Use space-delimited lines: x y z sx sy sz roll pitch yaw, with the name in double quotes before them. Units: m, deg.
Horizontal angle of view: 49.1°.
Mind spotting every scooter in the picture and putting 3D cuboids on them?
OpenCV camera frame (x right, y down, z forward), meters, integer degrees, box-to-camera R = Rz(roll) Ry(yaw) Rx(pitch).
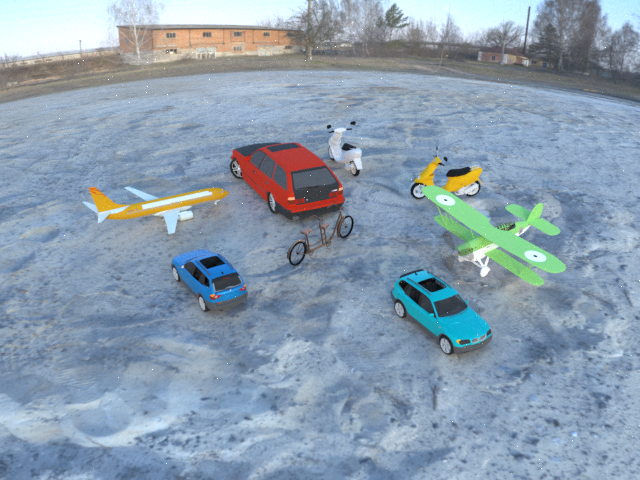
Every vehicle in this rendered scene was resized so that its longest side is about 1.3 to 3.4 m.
"scooter" 2.380 -1.212 12.989 1.399 0.919 0.662 -3 27 -6
"scooter" 0.501 -1.907 14.337 0.662 0.919 1.399 -12 30 -22

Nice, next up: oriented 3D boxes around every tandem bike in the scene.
"tandem bike" 0.029 -0.123 11.135 0.283 0.682 1.642 21 34 35

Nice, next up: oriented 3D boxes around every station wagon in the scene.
"station wagon" -0.710 -1.351 13.257 1.327 0.920 3.105 -13 30 -23

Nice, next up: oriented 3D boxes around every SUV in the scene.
"SUV" -1.613 0.481 10.075 0.656 0.580 1.572 -16 31 -28
"SUV" 1.578 0.910 9.243 0.656 0.580 1.572 -15 31 -27

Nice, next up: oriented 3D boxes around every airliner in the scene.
"airliner" -2.760 -0.781 12.244 2.541 0.835 2.257 -16 31 -28

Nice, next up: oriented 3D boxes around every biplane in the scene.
"biplane" 2.750 -0.051 10.670 2.120 0.981 2.598 -20 33 -34
